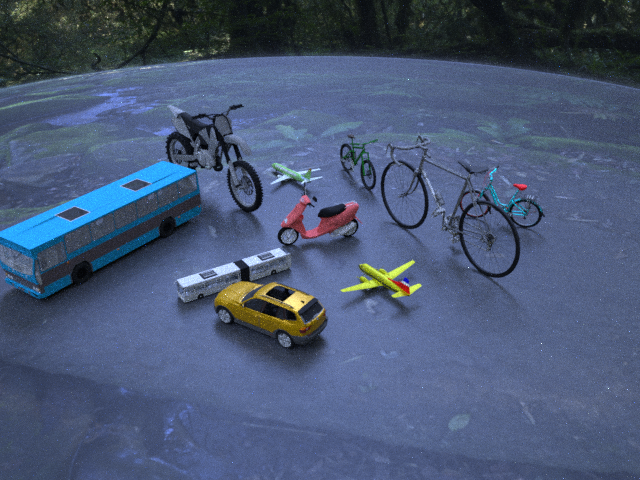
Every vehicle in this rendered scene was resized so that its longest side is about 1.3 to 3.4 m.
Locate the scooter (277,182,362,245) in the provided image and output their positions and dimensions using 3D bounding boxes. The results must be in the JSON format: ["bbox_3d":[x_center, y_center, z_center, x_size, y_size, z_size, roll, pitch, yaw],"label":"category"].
[{"bbox_3d":[0.003,-0.398,11.046,1.399,0.919,0.662,-8,30,-15],"label":"scooter"}]

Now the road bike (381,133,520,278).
[{"bbox_3d":[1.894,-0.589,10.627,0.697,1.656,3.004,-18,34,-30],"label":"road bike"}]

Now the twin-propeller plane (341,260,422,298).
[{"bbox_3d":[0.900,0.518,9.900,1.370,0.407,1.095,-20,34,-32],"label":"twin-propeller plane"}]

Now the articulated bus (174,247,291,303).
[{"bbox_3d":[-1.221,0.488,10.079,1.749,0.289,0.311,-17,33,-29],"label":"articulated bus"}]

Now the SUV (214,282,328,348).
[{"bbox_3d":[-0.657,0.864,9.086,1.572,0.580,0.656,17,33,29],"label":"SUV"}]

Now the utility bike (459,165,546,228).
[{"bbox_3d":[2.996,-0.672,11.520,1.435,0.946,0.535,12,31,21],"label":"utility bike"}]

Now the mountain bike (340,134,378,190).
[{"bbox_3d":[0.703,-1.535,13.184,0.573,0.868,1.469,-12,31,-20],"label":"mountain bike"}]

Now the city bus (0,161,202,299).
[{"bbox_3d":[-3.239,-0.226,10.756,0.926,0.894,3.255,18,33,29],"label":"city bus"}]

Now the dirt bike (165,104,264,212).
[{"bbox_3d":[-1.949,-1.595,12.459,1.024,1.666,2.903,-24,36,-36],"label":"dirt bike"}]

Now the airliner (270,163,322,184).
[{"bbox_3d":[-0.543,-1.343,13.289,1.161,0.429,1.307,-21,35,-33],"label":"airliner"}]
